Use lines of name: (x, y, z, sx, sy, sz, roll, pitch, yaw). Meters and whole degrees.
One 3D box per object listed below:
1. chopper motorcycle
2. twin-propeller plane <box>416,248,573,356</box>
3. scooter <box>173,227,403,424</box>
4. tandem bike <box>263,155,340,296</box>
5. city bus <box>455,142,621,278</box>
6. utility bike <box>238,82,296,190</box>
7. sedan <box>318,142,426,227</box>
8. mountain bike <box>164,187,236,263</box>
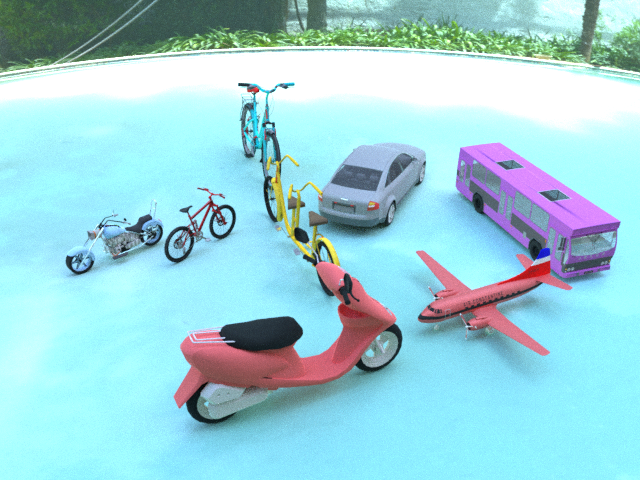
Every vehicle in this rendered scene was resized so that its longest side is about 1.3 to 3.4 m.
chopper motorcycle: (-3.035, -0.061, 10.384, 1.563, 0.761, 0.466, -24, 37, -36)
twin-propeller plane: (2.176, 0.642, 9.081, 2.129, 0.792, 2.663, -13, 32, -23)
scooter: (-0.257, 0.963, 7.474, 2.721, 1.786, 1.288, -13, 32, -23)
tandem bike: (-0.333, -0.360, 10.342, 0.550, 1.326, 3.192, -11, 31, -19)
city bus: (3.296, -0.548, 11.127, 0.926, 0.894, 3.255, -9, 30, -16)
utility bike: (-1.056, -2.173, 13.088, 1.039, 1.839, 2.791, -9, 30, -17)
sedan: (0.995, -1.166, 12.196, 1.235, 0.940, 3.137, 12, 31, 21)
mountain bike: (-1.801, -0.246, 10.607, 0.573, 0.868, 1.469, 20, 35, 32)
